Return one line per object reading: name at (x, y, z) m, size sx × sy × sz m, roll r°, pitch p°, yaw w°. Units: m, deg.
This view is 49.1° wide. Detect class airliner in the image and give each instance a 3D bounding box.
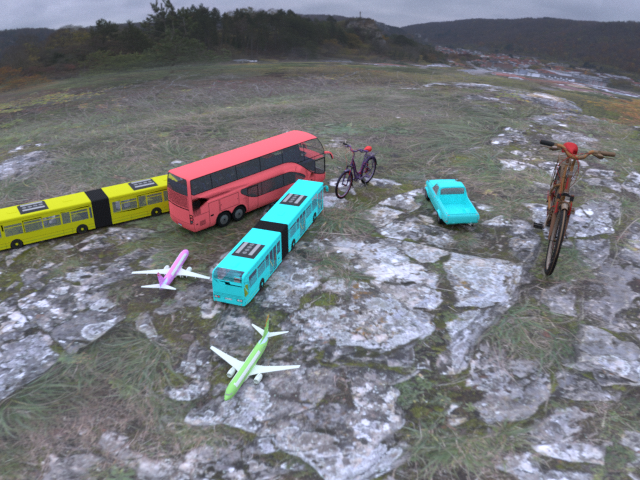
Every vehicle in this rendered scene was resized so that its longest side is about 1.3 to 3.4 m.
airliner at (-0.835, 1.379, 8.229) m, size 1.161 × 0.429 × 1.307 m, roll 9°, pitch 29°, yaw 17°
airliner at (-2.130, 0.357, 10.162) m, size 1.161 × 0.429 × 1.307 m, roll 4°, pitch 28°, yaw 7°

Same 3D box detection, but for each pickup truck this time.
pickup truck at (2.260, -0.707, 12.087) m, size 0.640 × 0.511 × 1.603 m, roll -2°, pitch 28°, yaw -4°

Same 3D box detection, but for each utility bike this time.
utility bike at (0.733, -1.331, 12.802) m, size 0.535 × 0.946 × 1.435 m, roll 18°, pitch 33°, yaw 30°
utility bike at (3.770, -0.715, 10.682) m, size 1.039 × 1.839 × 2.791 m, roll 8°, pitch 29°, yaw 15°

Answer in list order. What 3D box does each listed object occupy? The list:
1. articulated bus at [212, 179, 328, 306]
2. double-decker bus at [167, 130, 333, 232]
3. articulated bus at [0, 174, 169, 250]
articulated bus at (-0.687, -0.070, 10.829) m, size 0.605 × 0.561 × 3.401 m, roll 9°, pitch 29°, yaw 17°
double-decker bus at (-1.155, -1.104, 12.260) m, size 0.756 × 1.052 × 3.251 m, roll 25°, pitch 37°, yaw 38°
articulated bus at (-3.873, -0.485, 11.614) m, size 3.401 × 0.561 × 0.605 m, roll -16°, pitch 32°, yaw -27°
